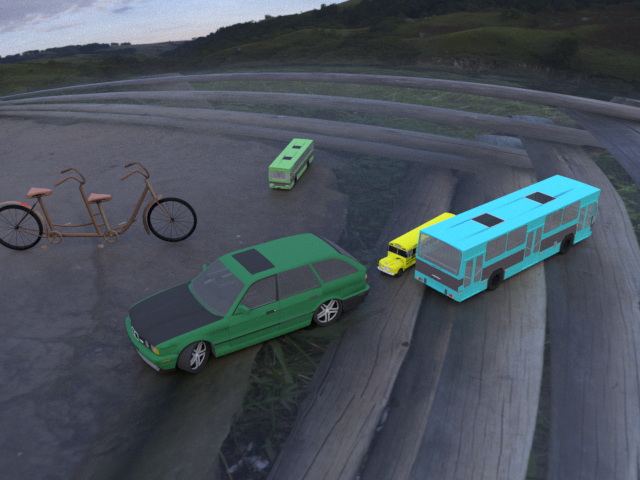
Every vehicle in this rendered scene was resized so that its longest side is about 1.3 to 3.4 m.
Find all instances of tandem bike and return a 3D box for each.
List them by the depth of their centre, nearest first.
[{"bbox_3d":[-3.514,-0.492,10.707,3.192,1.326,0.550,-3,27,-6],"label":"tandem bike"}]

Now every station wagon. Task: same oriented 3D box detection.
[{"bbox_3d":[-0.895,0.674,8.887,3.105,0.920,1.327,-16,31,-28],"label":"station wagon"}]

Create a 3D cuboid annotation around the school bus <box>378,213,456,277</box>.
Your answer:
[{"bbox_3d":[1.523,0.061,10.608,0.365,0.434,1.708,24,35,38],"label":"school bus"}]

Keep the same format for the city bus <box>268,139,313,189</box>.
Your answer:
[{"bbox_3d":[-0.539,-1.474,13.558,0.476,0.460,1.674,7,28,13],"label":"city bus"}]

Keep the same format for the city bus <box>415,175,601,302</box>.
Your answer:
[{"bbox_3d":[2.836,-0.063,10.346,3.255,0.894,0.926,-20,34,-34],"label":"city bus"}]
